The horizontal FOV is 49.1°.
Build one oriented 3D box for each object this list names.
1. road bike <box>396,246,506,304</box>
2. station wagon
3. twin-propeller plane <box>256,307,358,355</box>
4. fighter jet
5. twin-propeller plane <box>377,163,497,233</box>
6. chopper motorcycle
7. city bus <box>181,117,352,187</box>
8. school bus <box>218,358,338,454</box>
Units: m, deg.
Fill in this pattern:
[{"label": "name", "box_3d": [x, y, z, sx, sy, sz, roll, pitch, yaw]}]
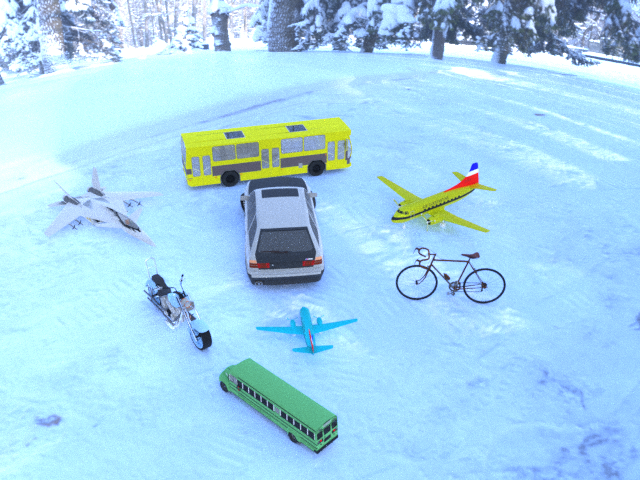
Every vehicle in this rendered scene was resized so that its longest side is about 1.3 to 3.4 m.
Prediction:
[{"label": "road bike", "box_3d": [1.850, 0.519, 9.873, 1.545, 0.852, 0.358, 3, 30, 5]}, {"label": "station wagon", "box_3d": [-0.641, -0.393, 11.393, 1.327, 0.920, 3.105, -3, 30, -5]}, {"label": "twin-propeller plane", "box_3d": [-0.157, 1.141, 9.235, 1.370, 0.407, 1.095, -4, 30, -7]}, {"label": "fighter jet", "box_3d": [-3.556, -0.512, 11.965, 2.229, 0.557, 2.640, -26, 39, -37]}, {"label": "twin-propeller plane", "box_3d": [2.042, -0.763, 12.168, 2.129, 0.792, 2.663, -21, 36, -31]}, {"label": "chopper motorcycle", "box_3d": [-1.927, 0.844, 9.397, 0.466, 0.761, 1.563, -22, 36, -33]}, {"label": "city bus", "box_3d": [-1.033, -1.704, 13.703, 3.255, 0.894, 0.926, -8, 31, -14]}, {"label": "school bus", "box_3d": [-0.532, 1.822, 8.021, 1.708, 0.434, 0.365, 25, 38, 37]}]
